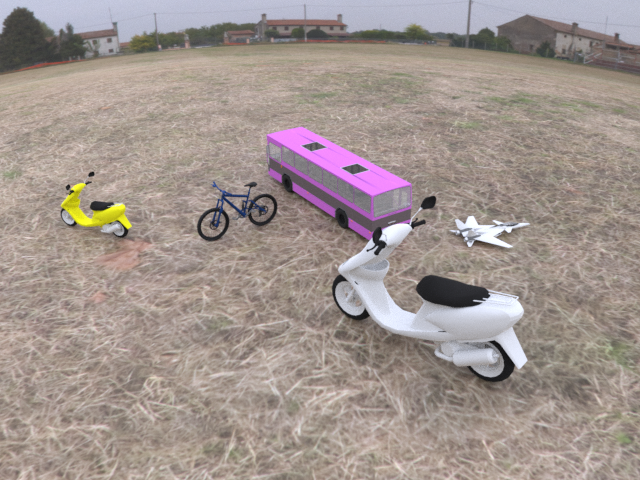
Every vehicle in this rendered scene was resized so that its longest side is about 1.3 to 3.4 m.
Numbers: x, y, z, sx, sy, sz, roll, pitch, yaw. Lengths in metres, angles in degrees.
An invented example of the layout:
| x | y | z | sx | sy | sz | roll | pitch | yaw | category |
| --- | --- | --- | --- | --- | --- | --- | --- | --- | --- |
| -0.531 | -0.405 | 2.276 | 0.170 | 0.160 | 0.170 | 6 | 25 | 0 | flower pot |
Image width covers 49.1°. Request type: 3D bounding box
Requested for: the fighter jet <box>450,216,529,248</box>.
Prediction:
| x | y | z | sx | sy | sz | roll | pitch | yaw | category |
| --- | --- | --- | --- | --- | --- | --- | --- | --- | --- |
| 2.845 | -0.225 | 11.325 | 1.358 | 0.286 | 1.147 | -11 | 30 | -19 | fighter jet |

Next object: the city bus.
| x | y | z | sx | sy | sz | roll | pitch | yaw | category |
| --- | --- | --- | --- | --- | --- | --- | --- | --- | --- |
| 0.228 | -1.023 | 12.151 | 0.926 | 0.894 | 3.255 | -18 | 33 | -29 | city bus |

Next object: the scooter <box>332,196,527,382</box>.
| x | y | z | sx | sy | sz | roll | pitch | yaw | category |
| --- | --- | --- | --- | --- | --- | --- | --- | --- | --- |
| 1.225 | 0.558 | 8.331 | 2.721 | 1.786 | 1.288 | 22 | 35 | 34 | scooter |

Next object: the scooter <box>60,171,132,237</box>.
| x | y | z | sx | sy | sz | roll | pitch | yaw | category |
| --- | --- | --- | --- | --- | --- | --- | --- | --- | --- |
| -3.656 | -0.543 | 11.247 | 1.399 | 0.919 | 0.662 | 12 | 31 | 20 | scooter |

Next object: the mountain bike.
| x | y | z | sx | sy | sz | roll | pitch | yaw | category |
| --- | --- | --- | --- | --- | --- | --- | --- | --- | --- |
| -1.317 | -0.509 | 11.238 | 1.469 | 0.868 | 0.573 | -19 | 34 | -31 | mountain bike |
